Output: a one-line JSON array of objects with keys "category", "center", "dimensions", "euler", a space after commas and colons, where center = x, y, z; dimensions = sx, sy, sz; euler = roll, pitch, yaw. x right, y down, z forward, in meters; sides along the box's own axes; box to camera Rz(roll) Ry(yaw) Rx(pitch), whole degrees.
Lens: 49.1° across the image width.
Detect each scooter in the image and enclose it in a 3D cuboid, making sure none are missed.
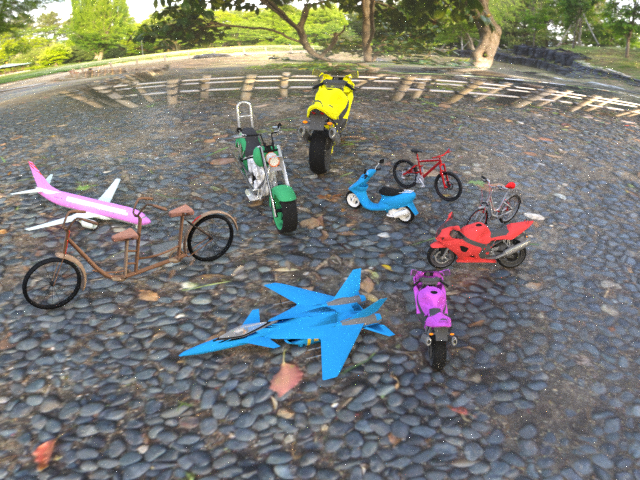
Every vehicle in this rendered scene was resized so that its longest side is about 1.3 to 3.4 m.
[{"category": "scooter", "center": [1.040, -0.827, 11.892], "dimensions": [1.399, 0.919, 0.662], "euler": [17, 33, 29]}]

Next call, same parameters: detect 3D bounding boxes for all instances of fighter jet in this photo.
[{"category": "fighter jet", "center": [-0.484, 1.018, 8.821], "dimensions": [2.640, 0.557, 2.229], "euler": [-11, 30, -19]}]

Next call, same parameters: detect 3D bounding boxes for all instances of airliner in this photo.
[{"category": "airliner", "center": [-3.932, -0.751, 11.840], "dimensions": [2.541, 0.835, 2.257], "euler": [12, 30, 22]}]

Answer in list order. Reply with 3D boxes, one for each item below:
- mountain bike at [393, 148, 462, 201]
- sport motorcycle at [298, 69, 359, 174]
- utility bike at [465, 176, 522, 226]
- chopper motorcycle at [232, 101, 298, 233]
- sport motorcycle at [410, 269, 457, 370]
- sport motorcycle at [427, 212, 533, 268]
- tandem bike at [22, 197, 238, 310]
[{"category": "mountain bike", "center": [1.941, -1.231, 12.704], "dimensions": [1.469, 0.868, 0.573], "euler": [22, 35, 35]}, {"category": "sport motorcycle", "center": [0.184, -2.482, 14.273], "dimensions": [0.983, 1.596, 2.955], "euler": [5, 29, 9]}, {"category": "utility bike", "center": [2.900, -0.570, 11.383], "dimensions": [1.435, 0.946, 0.535], "euler": [-20, 34, -33]}, {"category": "chopper motorcycle", "center": [-0.977, -1.326, 12.232], "dimensions": [0.906, 1.480, 3.040], "euler": [-10, 30, -17]}, {"category": "sport motorcycle", "center": [1.400, 0.925, 8.716], "dimensions": [0.506, 0.821, 1.520], "euler": [0, 28, 0]}, {"category": "sport motorcycle", "center": [2.351, 0.050, 10.355], "dimensions": [1.520, 0.821, 0.506], "euler": [-1, 28, -1]}, {"category": "tandem bike", "center": [-2.583, 0.032, 9.852], "dimensions": [3.192, 1.326, 0.550], "euler": [-18, 33, -30]}]
